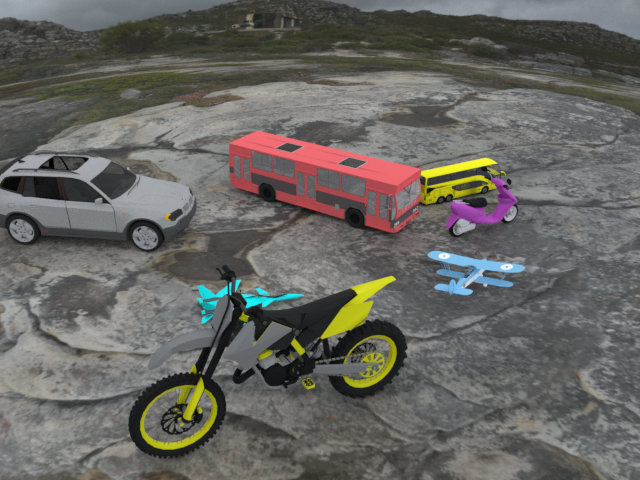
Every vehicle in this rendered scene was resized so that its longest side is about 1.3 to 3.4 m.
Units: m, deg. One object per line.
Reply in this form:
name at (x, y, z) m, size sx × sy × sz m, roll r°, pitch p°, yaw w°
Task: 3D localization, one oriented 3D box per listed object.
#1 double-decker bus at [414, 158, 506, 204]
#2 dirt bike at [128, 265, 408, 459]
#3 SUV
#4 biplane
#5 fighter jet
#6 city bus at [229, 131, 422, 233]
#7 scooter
double-decker bus at (2.372, -1.009, 11.886) m, size 1.672 × 0.541 × 0.389 m, roll -13°, pitch 31°, yaw -24°
dirt bike at (-0.401, 1.104, 6.660) m, size 2.903 × 1.666 × 1.024 m, roll -13°, pitch 30°, yaw -23°
SUV at (-3.427, -0.645, 10.562) m, size 3.058 × 1.128 × 1.276 m, roll 3°, pitch 28°, yaw 6°
biplane at (1.923, 0.465, 9.123) m, size 1.336 × 0.504 × 1.090 m, roll 19°, pitch 33°, yaw 32°
fighter jet at (-0.862, 0.720, 8.873) m, size 1.358 × 0.286 × 1.147 m, roll -7°, pitch 29°, yaw -13°
city bus at (0.013, -0.964, 11.421) m, size 3.255 × 0.894 × 0.926 m, roll 18°, pitch 32°, yaw 30°
scooter at (2.506, -0.565, 10.637) m, size 1.399 × 0.919 × 0.662 m, roll -14°, pitch 31°, yaw -25°
